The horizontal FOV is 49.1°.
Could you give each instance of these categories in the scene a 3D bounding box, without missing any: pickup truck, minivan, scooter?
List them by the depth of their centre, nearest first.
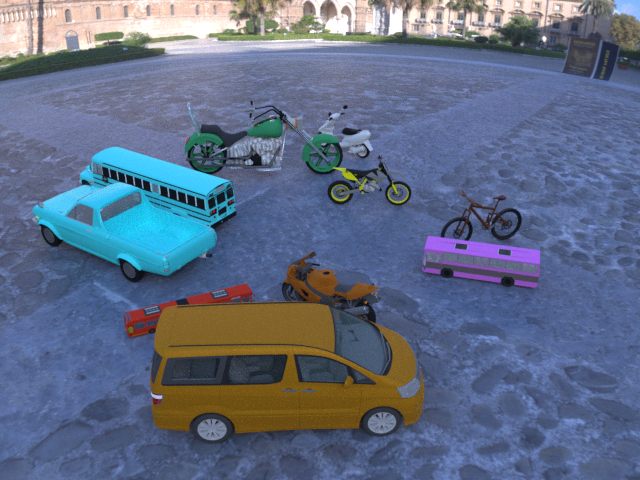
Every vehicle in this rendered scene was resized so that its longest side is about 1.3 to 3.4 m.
[{"bbox_3d":[-0.337,1.385,7.781,3.011,1.197,1.324,-2,29,-3],"label":"minivan"},{"bbox_3d":[-3.108,-0.261,10.909,3.117,0.993,1.244,18,34,29],"label":"pickup truck"},{"bbox_3d":[0.495,-2.244,14.504,1.399,0.919,0.662,20,35,31],"label":"scooter"}]

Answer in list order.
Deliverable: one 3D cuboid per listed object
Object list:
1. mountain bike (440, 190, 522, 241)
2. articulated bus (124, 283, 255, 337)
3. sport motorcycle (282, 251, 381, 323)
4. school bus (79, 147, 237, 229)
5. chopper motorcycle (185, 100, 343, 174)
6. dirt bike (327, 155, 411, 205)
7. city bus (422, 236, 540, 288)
[{"bbox_3d":[2.592,-0.319,11.140,1.469,0.868,0.573,-10,31,-17],"label":"mountain bike"},{"bbox_3d":[-1.750,0.945,9.487,1.749,0.289,0.311,-13,32,-21],"label":"articulated bus"},{"bbox_3d":[0.109,0.710,9.361,1.520,0.821,0.506,18,34,29],"label":"sport motorcycle"},{"bbox_3d":[-2.971,-0.966,12.313,3.322,0.844,0.709,18,34,29],"label":"school bus"},{"bbox_3d":[-1.077,-1.941,13.395,3.040,1.480,0.906,-2,29,-4],"label":"chopper motorcycle"},{"bbox_3d":[0.878,-1.010,12.378,1.493,0.857,0.527,2,29,3],"label":"dirt bike"},{"bbox_3d":[2.384,0.335,10.394,1.674,0.460,0.476,8,30,14],"label":"city bus"}]
